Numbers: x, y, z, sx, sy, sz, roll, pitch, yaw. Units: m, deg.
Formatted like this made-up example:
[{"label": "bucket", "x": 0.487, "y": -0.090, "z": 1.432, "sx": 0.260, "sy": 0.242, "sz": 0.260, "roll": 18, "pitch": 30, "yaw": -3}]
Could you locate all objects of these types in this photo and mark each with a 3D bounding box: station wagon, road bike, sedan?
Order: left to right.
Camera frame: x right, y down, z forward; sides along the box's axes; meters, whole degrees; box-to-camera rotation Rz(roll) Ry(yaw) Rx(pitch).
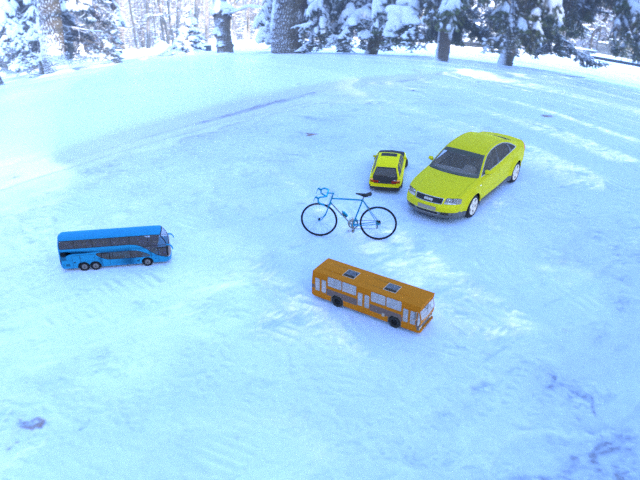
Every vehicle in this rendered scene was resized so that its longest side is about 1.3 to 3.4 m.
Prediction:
[{"label": "road bike", "x": 0.456, "y": -0.408, "z": 11.129, "sx": 1.545, "sy": 0.852, "sz": 0.358, "roll": 4, "pitch": 29, "yaw": 7}, {"label": "station wagon", "x": 1.313, "y": -1.425, "z": 13.342, "sx": 0.682, "sy": 0.473, "sz": 1.597, "roll": 5, "pitch": 30, "yaw": 9}, {"label": "sedan", "x": 2.698, "y": -1.328, "z": 12.690, "sx": 1.235, "sy": 0.940, "sz": 3.137, "roll": 20, "pitch": 35, "yaw": 31}]

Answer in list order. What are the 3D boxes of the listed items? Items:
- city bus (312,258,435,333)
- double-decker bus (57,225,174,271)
[{"label": "city bus", "x": 0.694, "y": 0.749, "z": 9.453, "sx": 1.674, "sy": 0.460, "sz": 0.476, "roll": 18, "pitch": 34, "yaw": 29}, {"label": "double-decker bus", "x": -3.046, "y": 0.109, "z": 10.519, "sx": 1.672, "sy": 0.541, "sz": 0.389, "roll": -4, "pitch": 29, "yaw": -8}]
